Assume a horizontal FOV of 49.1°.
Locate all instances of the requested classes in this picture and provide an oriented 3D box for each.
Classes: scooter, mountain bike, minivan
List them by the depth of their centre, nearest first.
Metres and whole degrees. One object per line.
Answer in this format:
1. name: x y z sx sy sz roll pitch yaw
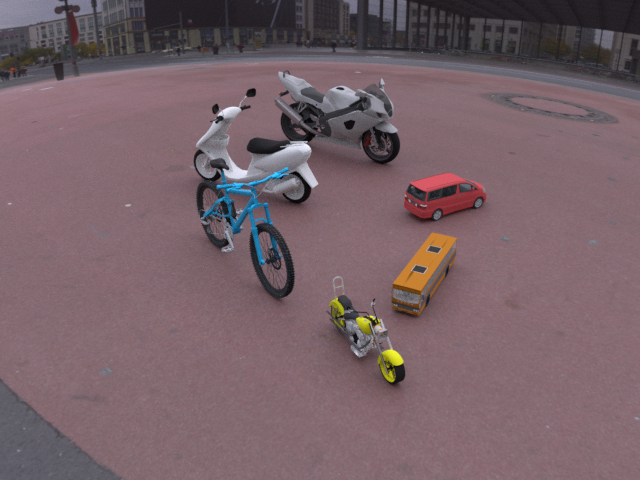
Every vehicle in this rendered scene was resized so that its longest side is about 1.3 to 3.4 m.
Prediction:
1. mountain bike: -1.186 -0.323 10.309 1.114 1.688 2.857 -18 33 -30
2. minivan: 2.243 -0.827 12.347 1.548 0.616 0.681 -16 33 -27
3. scooter: -1.252 -1.690 12.704 2.721 1.786 1.288 15 32 26

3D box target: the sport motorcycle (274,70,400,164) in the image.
1. sport motorcycle: 0.355 -2.570 14.511 2.955 1.596 0.983 18 33 29

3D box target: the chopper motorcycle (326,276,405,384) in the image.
1. chopper motorcycle: 0.562 1.101 8.671 0.466 0.761 1.563 -15 32 -25

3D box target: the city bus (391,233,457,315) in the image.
1. city bus: 1.528 0.477 10.124 0.476 0.460 1.674 14 31 23
